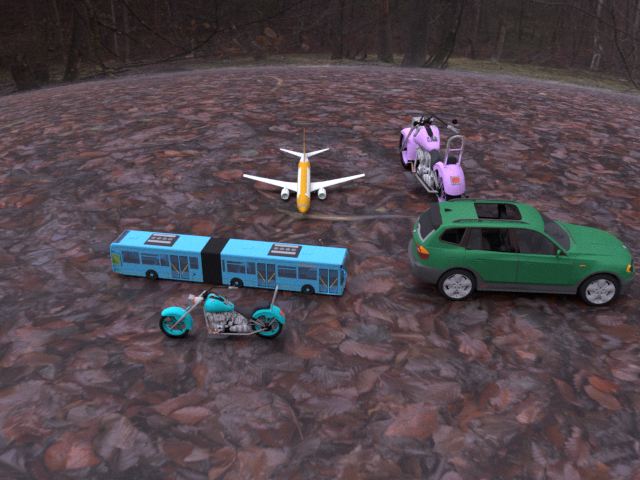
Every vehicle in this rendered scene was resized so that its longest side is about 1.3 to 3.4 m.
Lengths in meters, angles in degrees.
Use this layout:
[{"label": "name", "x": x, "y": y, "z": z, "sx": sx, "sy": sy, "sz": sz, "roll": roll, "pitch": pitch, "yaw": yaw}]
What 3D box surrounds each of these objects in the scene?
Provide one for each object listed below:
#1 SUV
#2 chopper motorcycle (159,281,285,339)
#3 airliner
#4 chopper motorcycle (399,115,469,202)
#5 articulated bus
[{"label": "SUV", "x": 2.774, "y": 0.096, "z": 9.740, "sx": 3.058, "sy": 1.128, "sz": 1.276, "roll": 2, "pitch": 27, "yaw": 4}, {"label": "chopper motorcycle", "x": -1.210, "y": 0.879, "z": 8.605, "sx": 1.563, "sy": 0.761, "sz": 0.466, "roll": 1, "pitch": 27, "yaw": 3}, {"label": "airliner", "x": -0.293, "y": -1.245, "z": 12.703, "sx": 2.257, "sy": 0.835, "sz": 2.541, "roll": 0, "pitch": 27, "yaw": -1}, {"label": "chopper motorcycle", "x": 1.984, "y": -1.622, "z": 12.734, "sx": 0.906, "sy": 1.480, "sz": 3.040, "roll": -4, "pitch": 27, "yaw": -9}, {"label": "articulated bus", "x": -1.281, "y": 0.311, "z": 9.943, "sx": 3.401, "sy": 0.561, "sz": 0.605, "roll": 5, "pitch": 27, "yaw": 9}]
